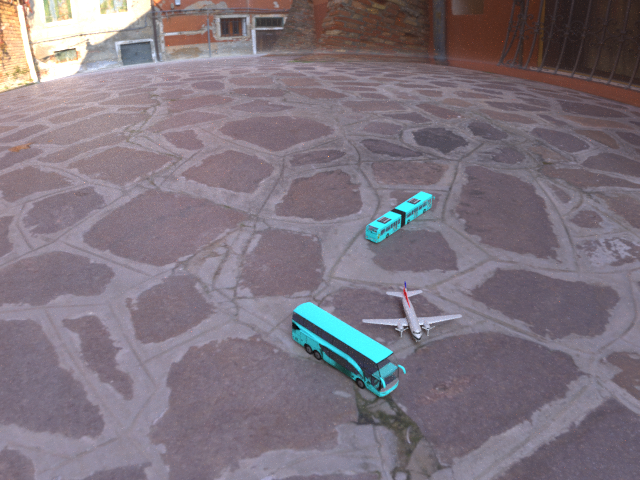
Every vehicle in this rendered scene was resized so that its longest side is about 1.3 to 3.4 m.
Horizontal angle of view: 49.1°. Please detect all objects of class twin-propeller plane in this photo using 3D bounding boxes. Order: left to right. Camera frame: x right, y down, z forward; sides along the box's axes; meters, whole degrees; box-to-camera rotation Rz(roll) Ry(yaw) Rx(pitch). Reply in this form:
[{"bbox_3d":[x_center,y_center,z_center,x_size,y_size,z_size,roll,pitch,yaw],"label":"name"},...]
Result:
[{"bbox_3d":[1.246,0.989,9.579,1.370,0.407,1.095,-3,30,-4],"label":"twin-propeller plane"}]

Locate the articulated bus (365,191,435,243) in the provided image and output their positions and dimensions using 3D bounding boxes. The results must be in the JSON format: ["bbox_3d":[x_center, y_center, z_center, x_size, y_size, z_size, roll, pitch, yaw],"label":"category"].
[{"bbox_3d":[1.402,-0.413,12.176,0.311,0.289,1.749,22,36,33],"label":"articulated bus"}]

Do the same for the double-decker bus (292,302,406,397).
[{"bbox_3d":[0.309,1.364,8.780,0.389,0.541,1.672,-25,38,-37],"label":"double-decker bus"}]
